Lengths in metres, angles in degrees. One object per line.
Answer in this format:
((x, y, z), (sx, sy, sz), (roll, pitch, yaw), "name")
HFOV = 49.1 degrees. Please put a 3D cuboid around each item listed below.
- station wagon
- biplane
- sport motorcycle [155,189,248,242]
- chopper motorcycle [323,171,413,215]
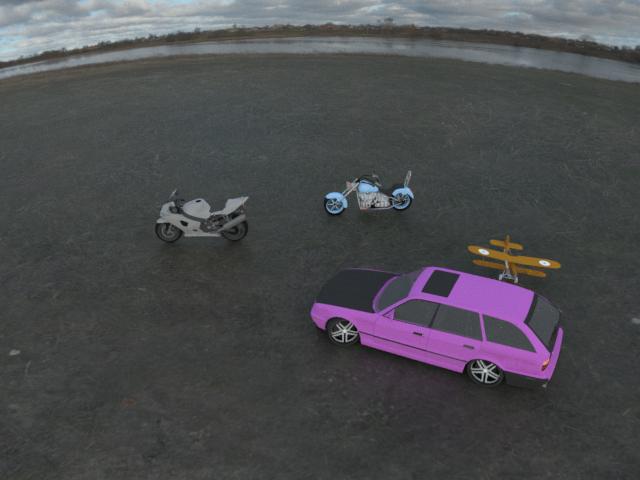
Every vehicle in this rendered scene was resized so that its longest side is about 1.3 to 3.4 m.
((1.417, 0.901, 8.790), (3.105, 0.920, 1.327), (13, 31, 22), "station wagon")
((2.824, 0.292, 10.329), (1.336, 0.504, 1.090), (3, 29, 5), "biplane")
((-1.882, -0.345, 11.161), (1.520, 0.821, 0.506), (-1, 29, -2), "sport motorcycle")
((0.844, -0.810, 12.069), (1.563, 0.761, 0.466), (-3, 29, -5), "chopper motorcycle")
